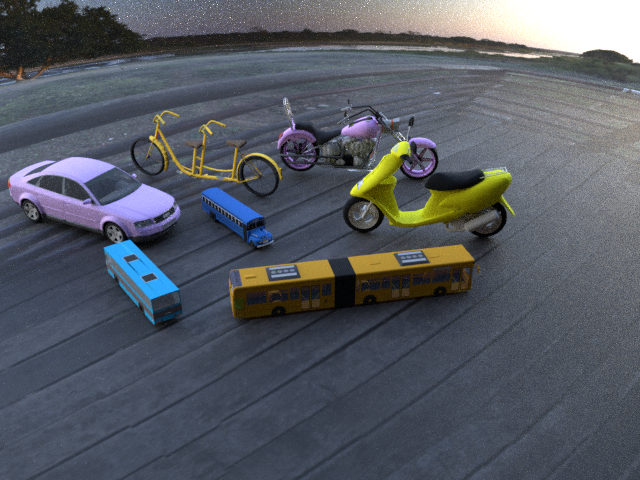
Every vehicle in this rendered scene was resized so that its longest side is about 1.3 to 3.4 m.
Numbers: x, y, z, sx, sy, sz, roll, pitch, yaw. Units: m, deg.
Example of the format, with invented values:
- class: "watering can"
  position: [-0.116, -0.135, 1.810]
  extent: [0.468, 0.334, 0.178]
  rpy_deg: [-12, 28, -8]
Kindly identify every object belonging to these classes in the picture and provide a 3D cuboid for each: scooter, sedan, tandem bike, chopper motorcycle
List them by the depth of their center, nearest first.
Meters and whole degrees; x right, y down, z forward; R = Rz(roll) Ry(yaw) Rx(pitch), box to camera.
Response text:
- class: "scooter"
  position: [1.722, -0.877, 10.958]
  extent: [2.721, 1.786, 1.288]
  rpy_deg: [2, 29, 4]
- class: "sedan"
  position: [-3.775, -0.771, 11.636]
  extent: [3.137, 0.940, 1.235]
  rpy_deg: [14, 32, 23]
- class: "tandem bike"
  position: [-2.133, -1.580, 12.689]
  extent: [3.192, 1.326, 0.550]
  rpy_deg: [11, 31, 19]
- class: "chopper motorcycle"
  position: [0.706, -1.893, 13.091]
  extent: [3.040, 1.480, 0.906]
  rpy_deg: [3, 29, 5]

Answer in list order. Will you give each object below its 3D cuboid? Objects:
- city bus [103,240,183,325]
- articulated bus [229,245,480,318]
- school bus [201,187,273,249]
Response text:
- class: "city bus"
  position: [-2.474, 0.576, 9.717]
  extent: [0.476, 0.460, 1.674]
  rpy_deg: [-19, 35, -31]
- class: "articulated bus"
  position: [0.476, 0.561, 9.641]
  extent: [3.401, 0.561, 0.605]
  rpy_deg: [-6, 30, -11]
- class: "school bus"
  position: [-1.360, -0.369, 11.434]
  extent: [0.365, 0.434, 1.708]
  rpy_deg: [-21, 35, -33]
